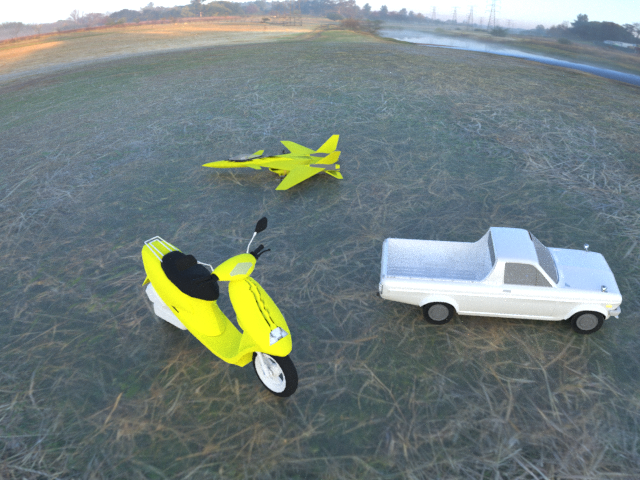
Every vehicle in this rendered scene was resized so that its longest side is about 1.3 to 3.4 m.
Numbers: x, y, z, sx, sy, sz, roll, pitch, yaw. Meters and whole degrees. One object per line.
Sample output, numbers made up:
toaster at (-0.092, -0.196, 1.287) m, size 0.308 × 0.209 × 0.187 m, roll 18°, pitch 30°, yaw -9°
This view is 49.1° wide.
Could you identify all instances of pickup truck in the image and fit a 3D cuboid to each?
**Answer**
pickup truck at (2.332, 0.430, 9.286) m, size 3.117 × 0.993 × 1.244 m, roll 3°, pitch 31°, yaw 5°

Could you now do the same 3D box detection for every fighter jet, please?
fighter jet at (-0.905, -1.555, 13.103) m, size 2.640 × 0.557 × 2.229 m, roll 0°, pitch 30°, yaw -1°

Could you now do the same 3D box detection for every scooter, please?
scooter at (-1.261, 0.625, 8.169) m, size 2.721 × 1.786 × 1.288 m, roll 25°, pitch 39°, yaw 36°
